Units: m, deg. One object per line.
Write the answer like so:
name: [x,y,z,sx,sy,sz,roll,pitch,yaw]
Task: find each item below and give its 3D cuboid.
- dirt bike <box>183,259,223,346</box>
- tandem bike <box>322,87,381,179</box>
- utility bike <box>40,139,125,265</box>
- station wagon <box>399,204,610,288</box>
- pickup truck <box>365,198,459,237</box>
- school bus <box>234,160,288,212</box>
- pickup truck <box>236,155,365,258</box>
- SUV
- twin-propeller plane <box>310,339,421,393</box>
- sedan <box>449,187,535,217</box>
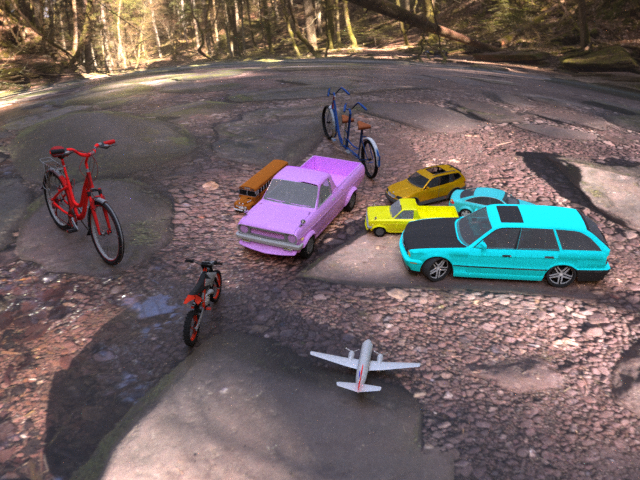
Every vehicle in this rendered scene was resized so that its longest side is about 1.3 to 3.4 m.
dirt bike: [-1.592,0.733,9.471,0.527,0.857,1.493,5,29,9]
tandem bike: [0.599,-2.349,14.688,0.550,1.326,3.192,-10,30,-17]
utility bike: [-3.830,-0.793,11.263,1.039,1.839,2.791,-24,37,-37]
station wagon: [2.789,-0.004,10.768,3.105,0.920,1.327,2,28,4]
pickup truck: [1.573,-0.405,11.943,1.603,0.511,0.640,0,28,1]
school bus: [-1.095,-1.017,13.158,0.365,0.434,1.708,11,30,20]
pickup truck: [-0.247,-0.749,12.073,1.244,0.993,3.117,11,30,20]
SUV: [1.972,-1.007,12.985,1.572,0.580,0.656,-14,31,-24]
twin-propeller plane: [0.535,1.485,8.550,1.370,0.407,1.095,5,29,9]
sedan: [3.098,-0.622,12.373,1.613,0.483,0.635,10,30,18]
